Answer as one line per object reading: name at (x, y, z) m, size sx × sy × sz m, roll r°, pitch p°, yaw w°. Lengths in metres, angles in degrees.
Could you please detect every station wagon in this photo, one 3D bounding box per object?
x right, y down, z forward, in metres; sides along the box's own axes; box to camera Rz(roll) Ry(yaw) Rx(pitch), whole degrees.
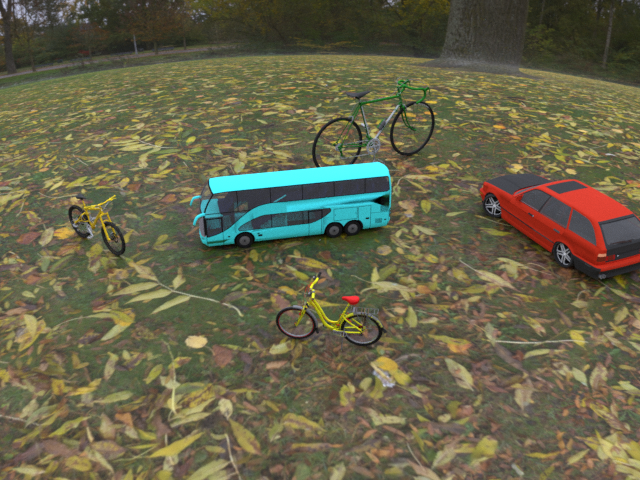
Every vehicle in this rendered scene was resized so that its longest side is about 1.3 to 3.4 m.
station wagon at (3.891, -0.482, 11.385) m, size 1.327 × 0.920 × 3.105 m, roll -12°, pitch 31°, yaw -21°

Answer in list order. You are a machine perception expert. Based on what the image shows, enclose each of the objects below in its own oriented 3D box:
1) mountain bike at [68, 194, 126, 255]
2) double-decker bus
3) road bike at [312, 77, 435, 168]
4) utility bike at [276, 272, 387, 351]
mountain bike at (-3.579, -0.297, 11.107) m, size 1.469 × 0.868 × 0.573 m, roll 22°, pitch 36°, yaw 34°
double-decker bus at (-0.452, -0.576, 11.417) m, size 3.251 × 1.052 × 0.756 m, roll -7°, pitch 30°, yaw -12°
road bike at (1.122, -2.258, 13.808) m, size 3.004 × 1.656 × 0.697 m, roll -17°, pitch 33°, yaw -28°
utility bike at (0.127, 0.953, 8.791) m, size 1.435 × 0.946 × 0.535 m, roll 5°, pitch 30°, yaw 8°
